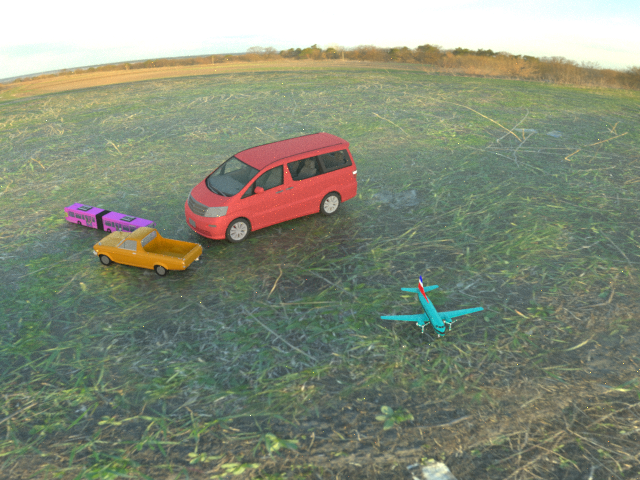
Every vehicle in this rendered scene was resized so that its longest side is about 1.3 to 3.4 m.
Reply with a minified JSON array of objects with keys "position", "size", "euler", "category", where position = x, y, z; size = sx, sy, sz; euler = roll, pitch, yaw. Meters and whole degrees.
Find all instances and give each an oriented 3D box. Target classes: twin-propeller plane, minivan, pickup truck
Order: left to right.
[{"position":[-2.582,0.123,10.469],"size":[1.603,0.511,0.640],"euler":[9,28,18],"category":"pickup truck"},{"position":[-0.817,-0.943,11.841],"size":[3.011,1.197,1.324],"euler":[-18,31,-31],"category":"minivan"},{"position":[1.432,0.869,9.084],"size":[1.370,0.407,1.095],"euler":[-4,27,-8],"category":"twin-propeller plane"}]

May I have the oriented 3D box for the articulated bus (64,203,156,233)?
[{"position":[-3.486,-0.308,11.584],"size":[1.749,0.289,0.311],"euler":[13,29,24],"category":"articulated bus"}]
